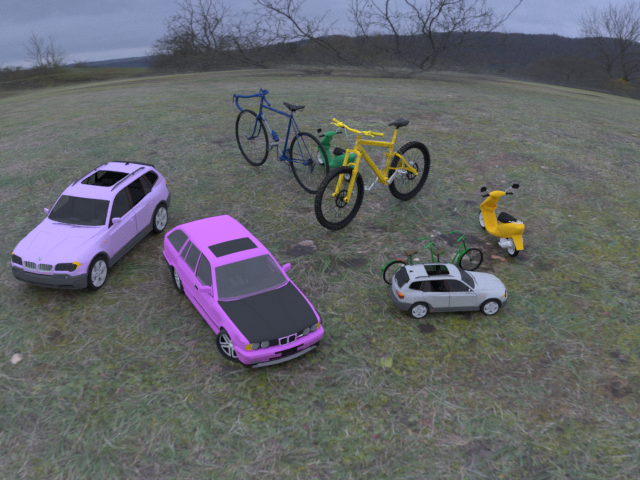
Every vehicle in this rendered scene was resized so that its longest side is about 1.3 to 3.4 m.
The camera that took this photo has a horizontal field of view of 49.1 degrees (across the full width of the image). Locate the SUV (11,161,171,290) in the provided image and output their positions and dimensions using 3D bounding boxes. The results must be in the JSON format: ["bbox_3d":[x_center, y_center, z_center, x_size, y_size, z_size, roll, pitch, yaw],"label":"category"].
[{"bbox_3d":[-3.418,-0.321,10.727,1.276,1.128,3.058,7,28,14],"label":"SUV"}]

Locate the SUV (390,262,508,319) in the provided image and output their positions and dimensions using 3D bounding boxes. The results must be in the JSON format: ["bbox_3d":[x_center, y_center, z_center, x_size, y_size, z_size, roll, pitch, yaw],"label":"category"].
[{"bbox_3d":[1.738,0.637,9.452,1.572,0.580,0.656,-2,27,-4],"label":"SUV"}]

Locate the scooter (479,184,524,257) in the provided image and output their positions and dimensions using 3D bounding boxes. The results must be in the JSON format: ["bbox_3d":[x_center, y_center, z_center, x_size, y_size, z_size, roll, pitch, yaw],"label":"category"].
[{"bbox_3d":[2.864,-0.375,11.064,0.662,0.919,1.399,-6,28,-12],"label":"scooter"}]

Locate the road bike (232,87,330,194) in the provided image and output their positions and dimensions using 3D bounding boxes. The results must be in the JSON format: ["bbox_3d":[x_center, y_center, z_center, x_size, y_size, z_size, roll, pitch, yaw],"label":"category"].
[{"bbox_3d":[-0.789,-1.950,13.343,0.697,1.656,3.004,-20,33,-34],"label":"road bike"}]

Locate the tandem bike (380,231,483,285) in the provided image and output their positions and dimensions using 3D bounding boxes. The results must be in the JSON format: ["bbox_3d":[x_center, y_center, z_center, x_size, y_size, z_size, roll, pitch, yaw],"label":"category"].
[{"bbox_3d":[1.635,0.261,10.077,1.642,0.682,0.283,-9,28,-16],"label":"tandem bike"}]

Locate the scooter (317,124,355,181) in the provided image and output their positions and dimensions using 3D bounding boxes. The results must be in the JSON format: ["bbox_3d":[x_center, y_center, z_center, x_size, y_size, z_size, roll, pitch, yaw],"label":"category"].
[{"bbox_3d":[0.308,-1.744,13.751,0.662,0.919,1.399,-15,31,-27],"label":"scooter"}]

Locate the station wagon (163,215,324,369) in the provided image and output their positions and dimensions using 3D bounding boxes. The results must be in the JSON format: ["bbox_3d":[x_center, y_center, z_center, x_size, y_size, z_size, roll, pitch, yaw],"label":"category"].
[{"bbox_3d":[-1.109,0.516,9.314,1.327,0.920,3.105,-14,30,-26],"label":"station wagon"}]

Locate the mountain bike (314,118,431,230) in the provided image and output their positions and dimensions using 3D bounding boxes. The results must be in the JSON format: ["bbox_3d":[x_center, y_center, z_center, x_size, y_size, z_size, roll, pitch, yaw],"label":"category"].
[{"bbox_3d":[0.963,-1.232,11.900,2.857,1.688,1.114,-23,35,-38],"label":"mountain bike"}]
